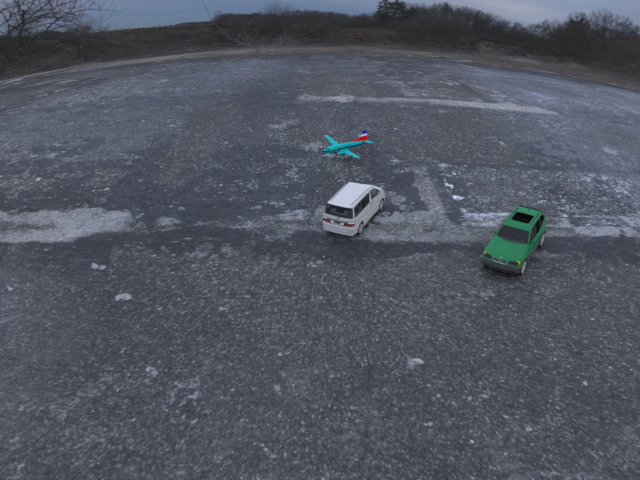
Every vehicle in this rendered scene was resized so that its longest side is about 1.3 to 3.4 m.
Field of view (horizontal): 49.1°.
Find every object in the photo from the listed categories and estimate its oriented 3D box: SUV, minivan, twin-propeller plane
[{"bbox_3d":[3.071,-0.034,10.956,0.656,0.580,1.572,17,35,27],"label":"SUV"},{"bbox_3d":[0.608,-0.627,11.930,0.681,0.616,1.548,14,33,22],"label":"minivan"},{"bbox_3d":[0.530,-1.985,14.445,1.095,0.407,1.370,-16,34,-25],"label":"twin-propeller plane"}]
